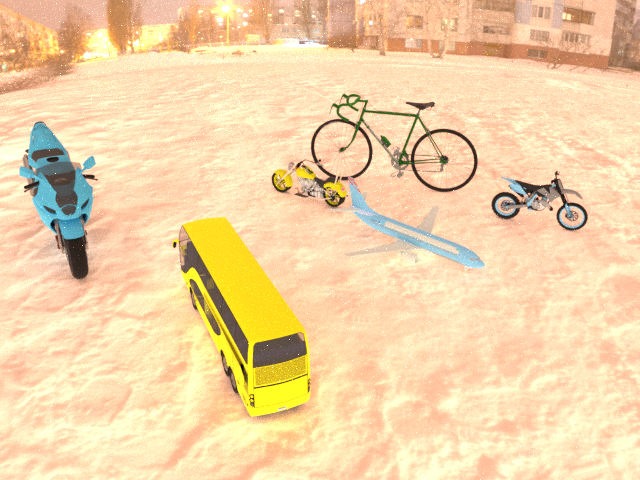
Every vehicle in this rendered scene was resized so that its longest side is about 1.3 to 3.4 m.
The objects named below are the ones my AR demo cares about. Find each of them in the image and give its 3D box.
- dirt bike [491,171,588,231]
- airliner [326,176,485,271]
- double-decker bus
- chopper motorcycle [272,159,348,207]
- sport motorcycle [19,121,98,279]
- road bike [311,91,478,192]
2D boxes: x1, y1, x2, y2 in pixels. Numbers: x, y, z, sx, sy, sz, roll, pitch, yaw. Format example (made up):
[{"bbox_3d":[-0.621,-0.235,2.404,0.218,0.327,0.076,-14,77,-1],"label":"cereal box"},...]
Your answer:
[{"bbox_3d":[3.475,-0.635,11.047,1.493,0.857,0.527,12,30,22],"label":"dirt bike"},{"bbox_3d":[1.337,-0.242,10.306,2.541,0.835,2.257,23,35,37],"label":"airliner"},{"bbox_3d":[-1.004,0.710,8.215,0.756,1.052,3.251,-11,29,-20],"label":"double-decker bus"},{"bbox_3d":[-0.203,-1.042,11.946,1.563,0.761,0.466,19,33,33],"label":"chopper motorcycle"},{"bbox_3d":[-3.824,-0.648,10.264,0.983,1.596,2.955,-13,30,-23],"label":"sport motorcycle"},{"bbox_3d":[1.268,-1.719,12.284,3.004,1.656,0.697,8,28,15],"label":"road bike"}]
